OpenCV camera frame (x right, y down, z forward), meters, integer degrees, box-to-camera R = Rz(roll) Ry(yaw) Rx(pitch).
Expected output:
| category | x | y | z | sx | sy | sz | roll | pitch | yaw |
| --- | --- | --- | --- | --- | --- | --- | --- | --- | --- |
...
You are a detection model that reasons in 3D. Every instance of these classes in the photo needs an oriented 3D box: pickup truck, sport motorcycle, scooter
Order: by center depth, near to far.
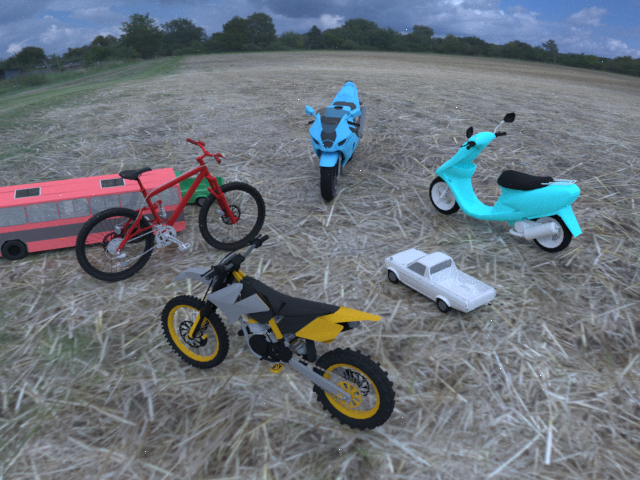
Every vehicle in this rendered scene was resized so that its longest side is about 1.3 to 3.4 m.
| category | x | y | z | sx | sy | sz | roll | pitch | yaw |
| --- | --- | --- | --- | --- | --- | --- | --- | --- | --- |
| pickup truck | 1.582 | 0.492 | 9.438 | 0.640 | 0.511 | 1.603 | -19 | 32 | -33 |
| scooter | 2.830 | -0.931 | 10.866 | 1.288 | 1.786 | 2.721 | -23 | 35 | -39 |
| pickup truck | -2.462 | -0.908 | 12.252 | 1.603 | 0.511 | 0.640 | -3 | 27 | -7 |
| sport motorcycle | 0.349 | -1.908 | 13.042 | 0.983 | 1.596 | 2.955 | 5 | 27 | 9 |

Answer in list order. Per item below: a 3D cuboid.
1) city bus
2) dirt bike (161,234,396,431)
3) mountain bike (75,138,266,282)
| category | x | y | z | sx | sy | sz | roll | pitch | yaw |
| --- | --- | --- | --- | --- | --- | --- | --- | --- | --- |
| city bus | -3.783 | -0.391 | 10.781 | 3.255 | 0.894 | 0.926 | -9 | 28 | -17 |
| dirt bike | -0.550 | 0.935 | 7.250 | 2.903 | 1.666 | 1.024 | 14 | 30 | 26 |
| mountain bike | -2.055 | -0.407 | 9.923 | 2.857 | 1.688 | 1.114 | -15 | 30 | -28 |
